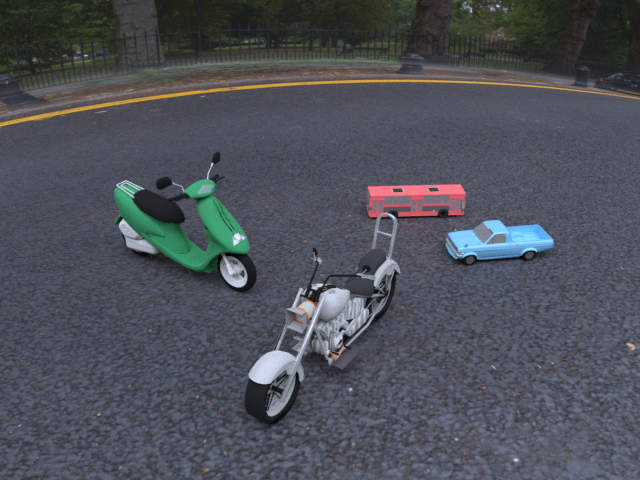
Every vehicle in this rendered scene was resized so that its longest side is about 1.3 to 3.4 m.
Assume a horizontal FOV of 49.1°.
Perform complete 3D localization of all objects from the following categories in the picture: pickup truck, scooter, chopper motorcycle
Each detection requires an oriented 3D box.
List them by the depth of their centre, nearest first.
[{"bbox_3d":[0.123,0.841,8.328,0.906,1.480,3.040,17,33,29],"label":"chopper motorcycle"},{"bbox_3d":[-2.051,-0.327,10.197,2.721,1.786,1.288,17,32,28],"label":"scooter"},{"bbox_3d":[2.803,-0.006,10.950,1.603,0.511,0.640,-4,28,-8],"label":"pickup truck"}]

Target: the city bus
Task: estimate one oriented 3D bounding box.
[{"bbox_3d":[1.667,-0.665,12.242,1.674,0.460,0.476,-2,28,-3],"label":"city bus"}]
